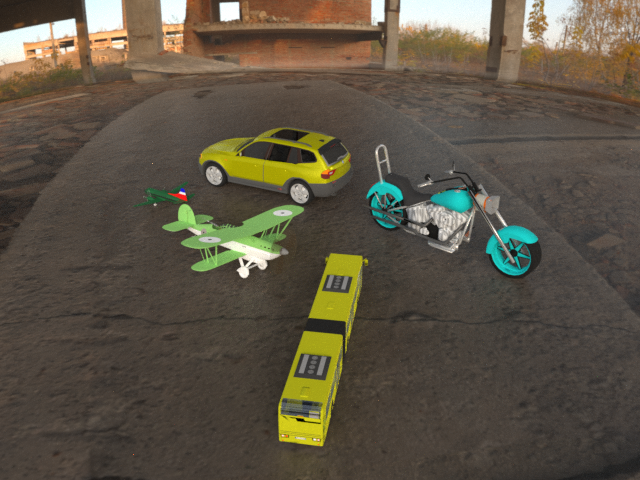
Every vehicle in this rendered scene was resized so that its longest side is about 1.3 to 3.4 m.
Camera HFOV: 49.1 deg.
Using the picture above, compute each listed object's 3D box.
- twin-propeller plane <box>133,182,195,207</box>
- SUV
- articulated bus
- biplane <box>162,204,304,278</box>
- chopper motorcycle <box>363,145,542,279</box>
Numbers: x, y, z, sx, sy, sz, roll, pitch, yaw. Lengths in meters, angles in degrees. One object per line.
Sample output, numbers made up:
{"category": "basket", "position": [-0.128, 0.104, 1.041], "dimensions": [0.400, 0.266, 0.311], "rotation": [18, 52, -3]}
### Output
{"category": "twin-propeller plane", "position": [-2.824, -0.850, 12.770], "dimensions": [1.095, 0.407, 1.370], "rotation": [17, 32, 30]}
{"category": "SUV", "position": [-0.876, -1.551, 13.349], "dimensions": [3.058, 1.128, 1.276], "rotation": [13, 30, 24]}
{"category": "articulated bus", "position": [0.096, 1.169, 8.654], "dimensions": [0.605, 0.561, 3.401], "rotation": [5, 27, 9]}
{"category": "biplane", "position": [-1.326, -0.057, 10.590], "dimensions": [2.120, 0.981, 2.598], "rotation": [16, 31, 29]}
{"category": "chopper motorcycle", "position": [2.003, -0.475, 10.860], "dimensions": [3.040, 1.480, 0.906], "rotation": [21, 34, 35]}
